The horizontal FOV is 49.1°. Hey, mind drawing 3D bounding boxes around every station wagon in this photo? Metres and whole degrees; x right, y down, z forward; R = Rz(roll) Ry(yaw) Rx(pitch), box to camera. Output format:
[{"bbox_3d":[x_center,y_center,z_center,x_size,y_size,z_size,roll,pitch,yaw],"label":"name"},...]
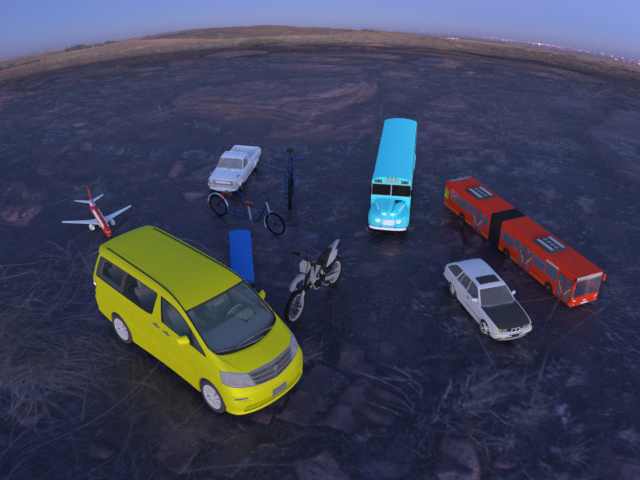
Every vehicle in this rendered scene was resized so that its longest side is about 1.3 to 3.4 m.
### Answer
[{"bbox_3d":[2.283,0.749,9.591,0.682,0.473,1.597,-9,32,-15],"label":"station wagon"}]

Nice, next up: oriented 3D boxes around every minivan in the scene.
[{"bbox_3d":[-1.553,0.895,8.627,3.011,1.197,1.324,25,39,36],"label":"minivan"}]

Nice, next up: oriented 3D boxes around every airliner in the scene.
[{"bbox_3d":[-3.701,-0.464,11.700,1.161,0.429,1.307,-16,34,-25],"label":"airliner"}]

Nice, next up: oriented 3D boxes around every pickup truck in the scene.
[{"bbox_3d":[-1.597,-1.418,13.245,0.640,0.511,1.603,6,31,10],"label":"pickup truck"}]

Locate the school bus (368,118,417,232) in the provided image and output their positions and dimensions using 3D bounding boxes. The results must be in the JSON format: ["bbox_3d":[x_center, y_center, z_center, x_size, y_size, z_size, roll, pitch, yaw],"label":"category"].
[{"bbox_3d":[1.342,-1.216,12.573,0.709,0.844,3.322,4,31,8],"label":"school bus"}]

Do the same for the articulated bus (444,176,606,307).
[{"bbox_3d":[3.033,-0.088,10.930,0.605,0.561,3.401,-12,32,-19],"label":"articulated bus"}]

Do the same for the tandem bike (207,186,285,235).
[{"bbox_3d":[-1.245,-0.554,11.605,1.642,0.682,0.283,19,35,28],"label":"tandem bike"}]

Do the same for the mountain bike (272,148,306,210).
[{"bbox_3d":[-0.533,-1.158,12.450,0.573,0.868,1.469,0,30,-1],"label":"mountain bike"}]

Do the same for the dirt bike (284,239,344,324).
[{"bbox_3d":[-0.060,0.513,9.614,0.527,0.857,1.493,17,34,26],"label":"dirt bike"}]

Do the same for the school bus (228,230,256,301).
[{"bbox_3d":[-1.162,0.315,10.368,0.365,0.434,1.708,-4,31,-6],"label":"school bus"}]
